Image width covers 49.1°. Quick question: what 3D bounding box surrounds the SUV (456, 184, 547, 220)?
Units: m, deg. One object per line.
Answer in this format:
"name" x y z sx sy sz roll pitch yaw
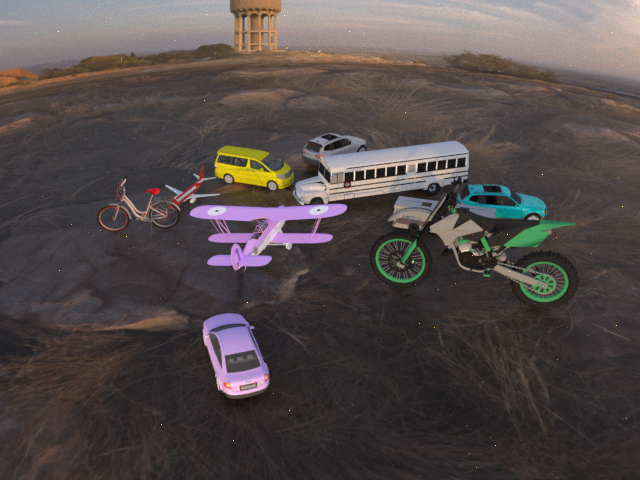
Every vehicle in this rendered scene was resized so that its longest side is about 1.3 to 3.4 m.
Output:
"SUV" 3.166 -0.637 12.234 1.572 0.580 0.656 2 28 4

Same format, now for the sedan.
"sedan" -1.066 1.334 8.657 0.635 0.483 1.613 -9 29 -16

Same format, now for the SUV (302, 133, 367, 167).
"SUV" 0.318 -1.944 14.676 0.656 0.580 1.572 24 36 37

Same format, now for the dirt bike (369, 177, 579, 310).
"dirt bike" 2.120 0.102 9.703 2.903 1.666 1.024 8 29 14

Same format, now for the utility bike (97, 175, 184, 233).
"utility bike" -3.018 -0.549 11.683 1.435 0.946 0.535 -4 28 -8

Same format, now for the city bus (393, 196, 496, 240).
"city bus" 2.092 -0.351 11.829 1.674 0.460 0.476 9 29 16

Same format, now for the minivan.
"minivan" -1.274 -1.415 13.650 1.548 0.616 0.681 10 30 18

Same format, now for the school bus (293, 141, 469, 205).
"school bus" 1.140 -1.223 13.050 3.322 0.844 0.709 -9 29 -16

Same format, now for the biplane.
"biplane" -0.938 -0.072 10.754 2.598 0.981 2.120 9 29 16

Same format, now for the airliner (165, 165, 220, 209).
"airliner" -2.453 -0.966 13.009 1.161 0.429 1.307 10 30 18
